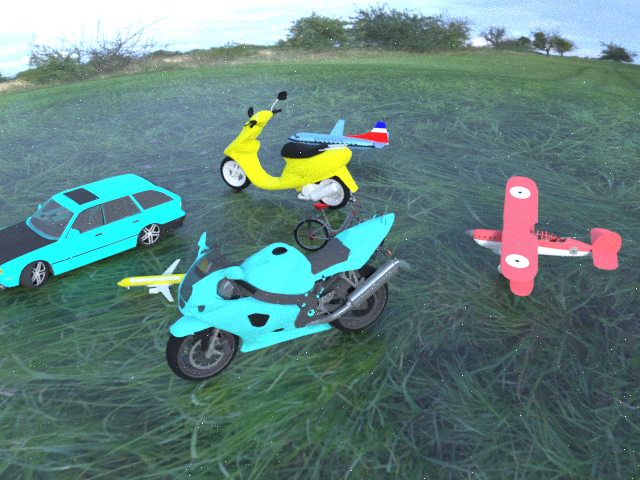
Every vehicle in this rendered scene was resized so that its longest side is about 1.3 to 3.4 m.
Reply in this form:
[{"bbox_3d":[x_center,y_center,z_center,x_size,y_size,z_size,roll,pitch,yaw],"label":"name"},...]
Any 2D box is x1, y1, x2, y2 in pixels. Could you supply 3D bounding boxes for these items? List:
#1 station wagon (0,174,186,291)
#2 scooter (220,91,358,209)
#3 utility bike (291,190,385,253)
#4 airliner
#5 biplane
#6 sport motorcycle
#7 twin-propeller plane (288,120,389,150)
[{"bbox_3d":[-3.609,-0.237,10.580,3.105,0.920,1.327,-24,36,-38],"label":"station wagon"},{"bbox_3d":[-0.608,-1.528,12.142,2.721,1.786,1.288,13,30,23],"label":"scooter"},{"bbox_3d":[0.270,-0.264,10.605,1.435,0.946,0.535,3,27,5],"label":"utility bike"},{"bbox_3d":[-2.171,0.471,9.742,1.307,0.429,1.161,-3,27,-5],"label":"airliner"},{"bbox_3d":[3.130,0.059,9.941,2.120,0.981,2.598,7,28,13],"label":"biplane"},{"bbox_3d":[-0.397,0.633,8.153,2.955,1.596,0.983,-15,31,-26],"label":"sport motorcycle"},{"bbox_3d":[0.355,-2.108,14.353,2.129,0.792,2.663,6,28,12],"label":"twin-propeller plane"}]
